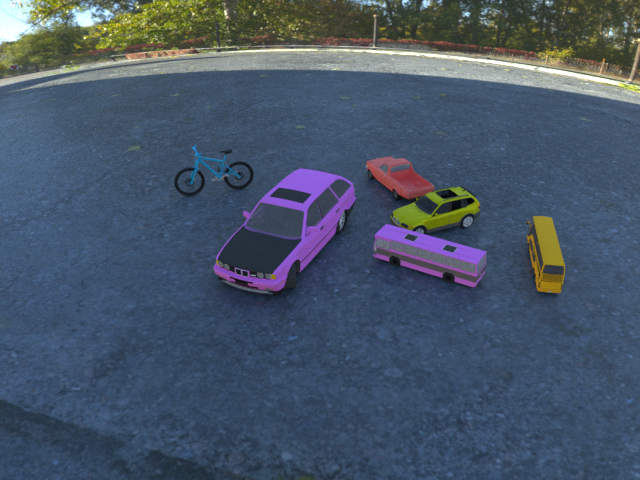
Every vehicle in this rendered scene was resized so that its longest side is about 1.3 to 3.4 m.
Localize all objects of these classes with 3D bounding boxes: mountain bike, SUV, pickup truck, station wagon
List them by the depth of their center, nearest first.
[{"bbox_3d":[-0.486,-0.280,11.061,1.327,0.920,3.105,13,33,21],"label":"station wagon"},{"bbox_3d":[1.945,-0.491,11.763,1.572,0.580,0.656,-13,33,-21],"label":"SUV"},{"bbox_3d":[-1.943,-1.265,12.806,1.469,0.868,0.573,-9,31,-15],"label":"mountain bike"},{"bbox_3d":[1.471,-1.205,13.059,0.640,0.511,1.603,-14,33,-22],"label":"pickup truck"}]

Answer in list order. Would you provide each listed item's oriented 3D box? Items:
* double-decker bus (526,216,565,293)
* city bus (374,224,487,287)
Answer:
[{"bbox_3d":[3.422,0.173,10.661,0.389,0.541,1.672,5,31,8],"label":"double-decker bus"},{"bbox_3d":[1.649,0.240,10.626,1.674,0.460,0.476,17,34,27],"label":"city bus"}]
